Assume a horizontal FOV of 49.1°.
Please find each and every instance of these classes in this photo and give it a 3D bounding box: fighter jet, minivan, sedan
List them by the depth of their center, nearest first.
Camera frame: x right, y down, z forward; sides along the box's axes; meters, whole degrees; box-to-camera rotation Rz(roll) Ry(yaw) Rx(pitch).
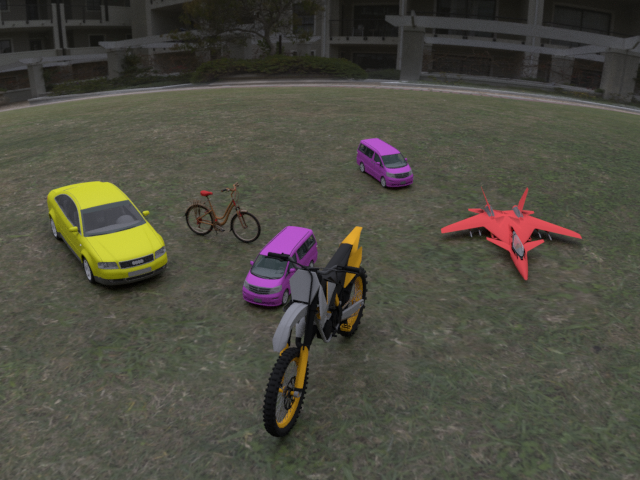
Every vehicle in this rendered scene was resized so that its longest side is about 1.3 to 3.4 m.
[{"bbox_3d":[-0.556,0.360,10.014,0.681,0.616,1.548,9,27,19],"label":"minivan"},{"bbox_3d":[-3.396,-0.269,10.971,1.235,0.940,3.137,-16,29,-30],"label":"sedan"},{"bbox_3d":[3.080,-0.142,11.149,2.229,0.557,2.640,2,25,5],"label":"fighter jet"},{"bbox_3d":[1.300,-1.553,14.079,0.681,0.616,1.548,-10,27,-21],"label":"minivan"}]

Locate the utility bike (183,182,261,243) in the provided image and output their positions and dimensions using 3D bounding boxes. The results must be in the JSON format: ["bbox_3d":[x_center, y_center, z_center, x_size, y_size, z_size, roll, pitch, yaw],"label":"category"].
[{"bbox_3d":[-1.599,-0.481,11.414,1.435,0.946,0.535,9,27,19],"label":"utility bike"}]

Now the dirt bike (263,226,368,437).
[{"bbox_3d":[0.039,0.821,7.800,1.024,1.666,2.903,9,27,19],"label":"dirt bike"}]
